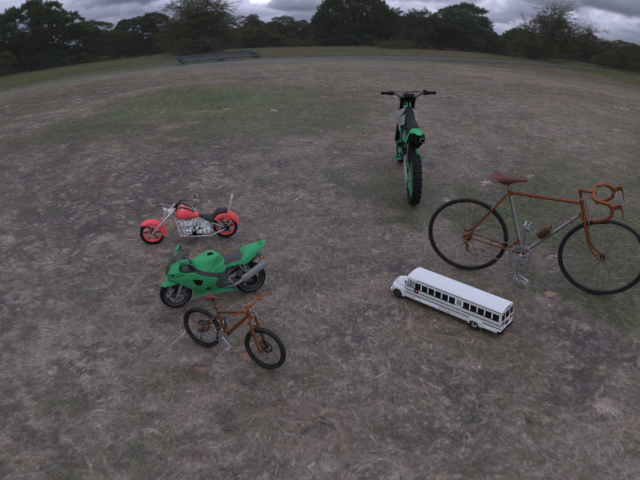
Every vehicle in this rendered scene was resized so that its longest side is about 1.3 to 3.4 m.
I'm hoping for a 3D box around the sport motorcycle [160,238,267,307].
[{"bbox_3d":[-1.446,0.448,9.557,1.520,0.821,0.506,-11,30,-20],"label":"sport motorcycle"}]

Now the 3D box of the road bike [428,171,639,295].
[{"bbox_3d":[3.002,-0.133,9.762,3.004,1.656,0.697,11,30,19],"label":"road bike"}]

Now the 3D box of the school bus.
[{"bbox_3d":[1.726,0.769,9.366,1.708,0.434,0.365,21,35,34],"label":"school bus"}]

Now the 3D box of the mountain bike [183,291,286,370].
[{"bbox_3d":[-1.053,1.046,8.384,1.469,0.868,0.573,14,31,25],"label":"mountain bike"}]

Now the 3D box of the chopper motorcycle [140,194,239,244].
[{"bbox_3d":[-2.073,-0.333,11.090,1.563,0.761,0.466,-4,28,-8],"label":"chopper motorcycle"}]

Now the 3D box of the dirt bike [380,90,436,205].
[{"bbox_3d":[1.635,-1.871,13.017,1.024,1.666,2.903,0,28,0],"label":"dirt bike"}]
